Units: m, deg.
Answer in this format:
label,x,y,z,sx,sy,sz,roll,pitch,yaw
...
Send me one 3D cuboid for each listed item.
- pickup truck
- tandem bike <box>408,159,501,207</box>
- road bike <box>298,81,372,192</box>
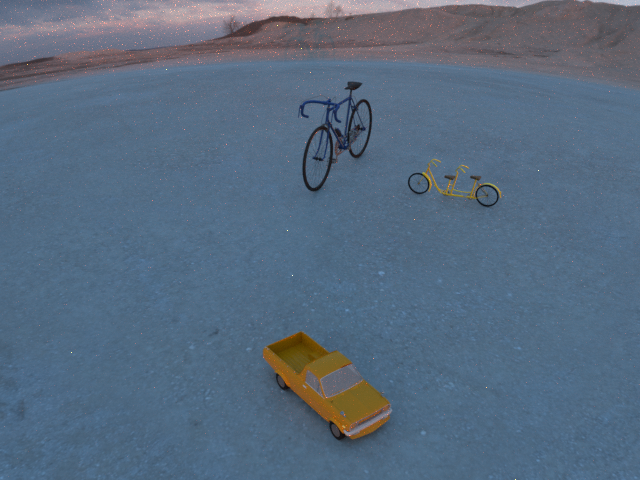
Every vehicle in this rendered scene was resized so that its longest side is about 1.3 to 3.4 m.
label,x,y,z,sx,sy,sz,roll,pitch,yaw
pickup truck,0.043,1.463,7.440,0.640,0.511,1.603,-19,33,-32
tandem bike,2.292,-0.989,11.978,1.642,0.682,0.283,12,30,23
road bike,0.379,-2.025,12.915,0.696,1.656,3.004,13,30,23
